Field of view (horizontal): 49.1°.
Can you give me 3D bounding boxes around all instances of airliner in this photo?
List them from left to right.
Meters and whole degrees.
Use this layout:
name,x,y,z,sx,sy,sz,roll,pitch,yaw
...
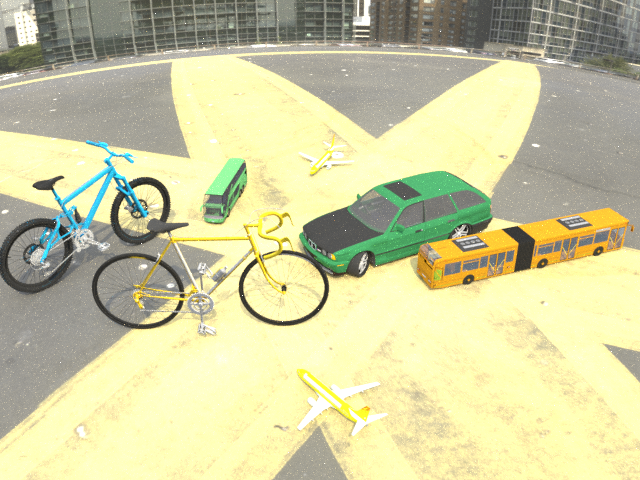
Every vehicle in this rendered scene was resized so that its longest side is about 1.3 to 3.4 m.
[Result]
name,x,y,z,sx,sy,sz,roll,pitch,yaw
airliner,0.067,-1.651,13.607,1.161,0.429,1.307,11,32,18
airliner,0.133,1.696,7.842,1.161,0.429,1.307,-22,37,-33

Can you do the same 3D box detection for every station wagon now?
name,x,y,z,sx,sy,sz,roll,pitch,yaw
station wagon,1.194,-0.356,10.887,3.105,0.920,1.327,-16,34,-25

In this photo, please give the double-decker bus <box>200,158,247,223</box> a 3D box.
name,x,y,z,sx,sy,sz,roll,pitch,yaw
double-decker bus,-1.634,-0.860,12.133,0.389,0.541,1.672,5,30,8

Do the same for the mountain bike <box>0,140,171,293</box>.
name,x,y,z,sx,sy,sz,roll,pitch,yaw
mountain bike,-3.352,-0.377,10.160,1.114,1.688,2.857,23,37,34

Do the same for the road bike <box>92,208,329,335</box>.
name,x,y,z,sx,sy,sz,roll,pitch,yaw
road bike,-1.383,0.431,8.800,3.004,1.656,0.697,-1,30,-2

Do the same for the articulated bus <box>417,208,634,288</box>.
name,x,y,z,sx,sy,sz,roll,pitch,yaw
articulated bus,3.083,0.102,10.457,3.401,0.561,0.605,-11,32,-18
